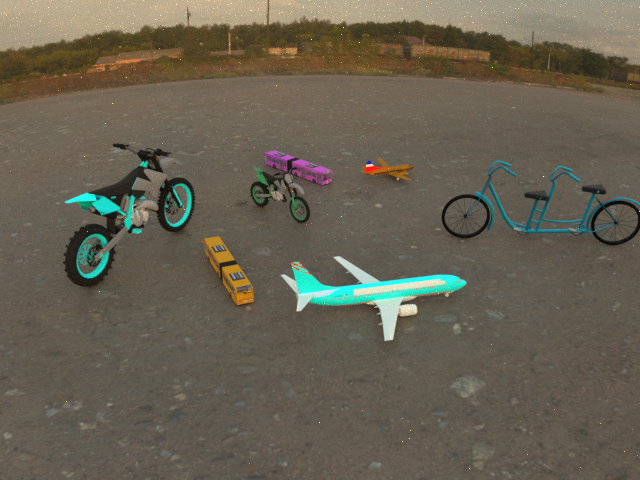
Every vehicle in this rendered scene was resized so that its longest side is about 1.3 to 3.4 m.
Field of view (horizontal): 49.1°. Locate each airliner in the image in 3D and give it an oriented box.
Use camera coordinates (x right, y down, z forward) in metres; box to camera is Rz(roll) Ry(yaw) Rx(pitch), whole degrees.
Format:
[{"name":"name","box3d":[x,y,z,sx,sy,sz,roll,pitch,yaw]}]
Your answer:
[{"name":"airliner","box3d":[0.814,0.526,9.367,2.541,0.835,2.257,-7,27,-13]}]

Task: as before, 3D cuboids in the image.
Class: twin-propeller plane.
[{"name":"twin-propeller plane","box3d":[1.379,-1.431,13.872,1.095,0.407,1.370,-10,28,-20]}]

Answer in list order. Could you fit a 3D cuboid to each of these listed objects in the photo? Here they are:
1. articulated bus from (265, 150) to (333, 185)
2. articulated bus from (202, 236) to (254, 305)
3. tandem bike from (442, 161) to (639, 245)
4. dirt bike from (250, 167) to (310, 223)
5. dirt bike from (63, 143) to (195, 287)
[{"name":"articulated bus","box3d":[-0.457,-1.469,14.087,0.311,0.289,1.749,-23,34,-39]},{"name":"articulated bus","box3d":[-1.352,0.417,10.215,0.311,0.289,1.749,-10,28,-20]},{"name":"tandem bike","box3d":[3.551,-0.564,11.044,3.192,1.326,0.550,3,26,5]},{"name":"dirt bike","box3d":[-0.707,-0.845,12.156,1.493,0.857,0.527,23,34,39]},{"name":"dirt bike","box3d":[-2.818,-0.518,10.561,1.024,1.666,2.903,12,29,24]}]
